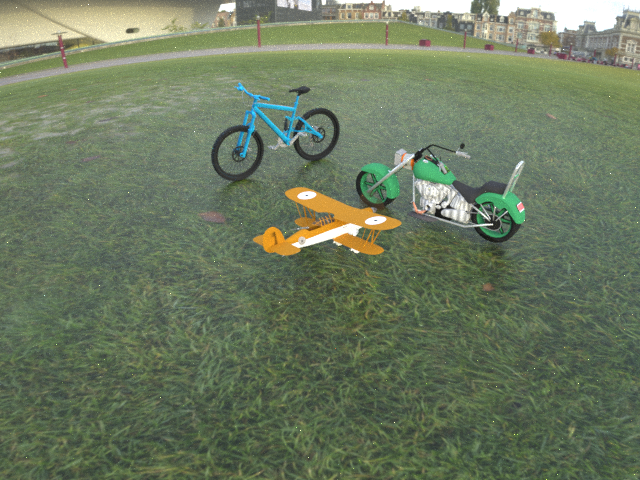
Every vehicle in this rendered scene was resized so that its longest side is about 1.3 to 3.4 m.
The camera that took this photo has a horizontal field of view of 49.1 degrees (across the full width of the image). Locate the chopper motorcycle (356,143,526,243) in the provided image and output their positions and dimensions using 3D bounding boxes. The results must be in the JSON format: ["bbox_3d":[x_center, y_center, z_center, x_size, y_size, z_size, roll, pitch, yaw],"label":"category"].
[{"bbox_3d":[1.917,-0.924,11.480,3.040,1.480,0.906,20,35,32],"label":"chopper motorcycle"}]

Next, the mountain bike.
[{"bbox_3d":[-0.806,-2.131,13.422,2.857,1.688,1.114,-18,34,-29],"label":"mountain bike"}]

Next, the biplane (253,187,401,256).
[{"bbox_3d":[0.023,-0.172,10.647,2.120,0.981,2.598,-20,35,-31],"label":"biplane"}]
